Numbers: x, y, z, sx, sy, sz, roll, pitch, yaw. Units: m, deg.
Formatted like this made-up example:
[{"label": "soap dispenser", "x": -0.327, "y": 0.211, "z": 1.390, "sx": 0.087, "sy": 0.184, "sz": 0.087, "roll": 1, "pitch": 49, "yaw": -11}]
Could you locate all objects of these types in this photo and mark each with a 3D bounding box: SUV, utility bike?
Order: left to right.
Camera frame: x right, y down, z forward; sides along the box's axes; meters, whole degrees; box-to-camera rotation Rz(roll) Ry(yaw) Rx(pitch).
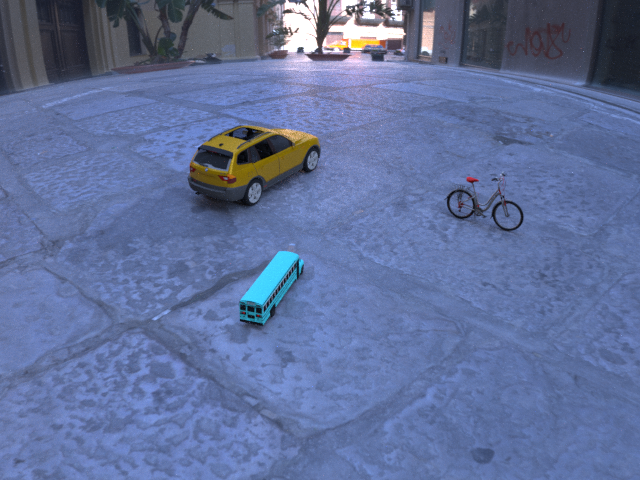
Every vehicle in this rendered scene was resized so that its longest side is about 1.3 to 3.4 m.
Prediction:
[{"label": "SUV", "x": -1.191, "y": -1.642, "z": 13.447, "sx": 1.276, "sy": 1.128, "sz": 3.058, "roll": 17, "pitch": 33, "yaw": 29}, {"label": "utility bike", "x": 2.819, "y": -0.727, "z": 11.948, "sx": 1.435, "sy": 0.946, "sz": 0.535, "roll": 17, "pitch": 33, "yaw": 29}]

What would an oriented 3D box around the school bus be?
[{"label": "school bus", "x": -0.648, "y": 0.618, "z": 10.000, "sx": 0.365, "sy": 0.434, "sz": 1.708, "roll": 9, "pitch": 30, "yaw": 16}]
